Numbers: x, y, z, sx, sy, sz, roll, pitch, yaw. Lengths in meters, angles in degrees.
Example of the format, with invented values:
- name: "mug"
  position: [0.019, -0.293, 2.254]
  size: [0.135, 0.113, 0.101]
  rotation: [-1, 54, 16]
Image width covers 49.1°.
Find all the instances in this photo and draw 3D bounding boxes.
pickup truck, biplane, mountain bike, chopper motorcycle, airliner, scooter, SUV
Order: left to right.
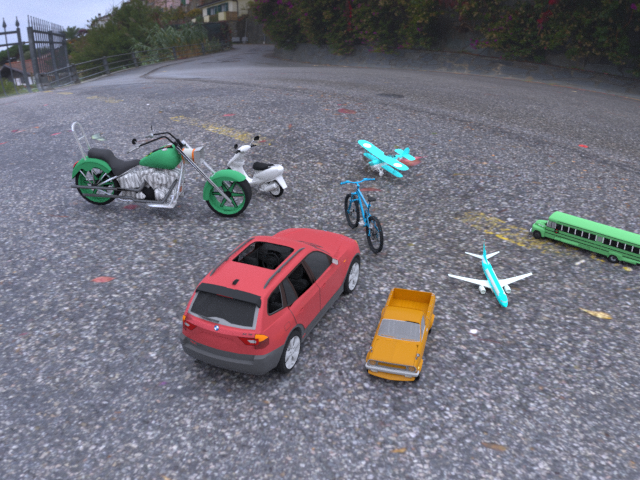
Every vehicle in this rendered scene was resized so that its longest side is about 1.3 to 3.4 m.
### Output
- name: "chopper motorcycle"
  position: [-2.647, -1.160, 11.527]
  size: [3.040, 1.480, 0.906]
  rotation: [4, 27, 8]
- name: "scooter"
  position: [-1.163, -1.307, 12.447]
  size: [1.399, 0.919, 0.662]
  rotation: [18, 32, 32]
- name: "SUV"
  position: [-0.494, 0.497, 8.610]
  size: [1.276, 1.128, 3.058]
  rotation: [11, 29, 21]
- name: "mountain bike"
  position: [0.663, -0.414, 10.719]
  size: [0.573, 0.868, 1.469]
  rotation: [-9, 28, -17]
- name: "biplane"
  position: [1.309, -1.520, 13.336]
  size: [1.090, 0.504, 1.336]
  rotation: [-18, 32, -32]
- name: "pickup truck"
  position: [0.978, 1.031, 8.233]
  size: [0.640, 0.511, 1.603]
  rotation: [7, 27, 14]
- name: "airliner"
  position: [2.352, 0.455, 9.475]
  size: [1.161, 0.429, 1.307]
  rotation: [-1, 27, -2]

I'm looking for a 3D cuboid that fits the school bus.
- name: "school bus"
  position: [4.004, -0.054, 10.486]
  size: [1.708, 0.434, 0.365]
  rotation: [22, 34, 36]
